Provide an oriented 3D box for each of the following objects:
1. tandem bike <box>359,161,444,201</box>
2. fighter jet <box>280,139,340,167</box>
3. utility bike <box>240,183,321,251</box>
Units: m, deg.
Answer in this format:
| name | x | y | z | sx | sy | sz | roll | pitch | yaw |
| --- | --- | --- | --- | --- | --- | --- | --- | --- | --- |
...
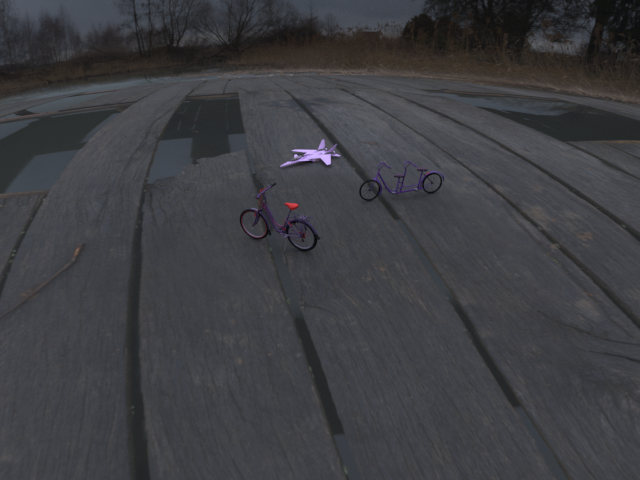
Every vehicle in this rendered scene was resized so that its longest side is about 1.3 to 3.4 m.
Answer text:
| name | x | y | z | sx | sy | sz | roll | pitch | yaw |
| --- | --- | --- | --- | --- | --- | --- | --- | --- | --- |
| tandem bike | 1.473 | -1.081 | 12.455 | 1.642 | 0.682 | 0.283 | -8 | 27 | -15 |
| fighter jet | -0.274 | -1.727 | 14.219 | 1.358 | 0.286 | 1.147 | -21 | 33 | -36 |
| utility bike | -0.653 | -0.313 | 10.592 | 1.435 | 0.946 | 0.535 | 13 | 29 | 25 |
